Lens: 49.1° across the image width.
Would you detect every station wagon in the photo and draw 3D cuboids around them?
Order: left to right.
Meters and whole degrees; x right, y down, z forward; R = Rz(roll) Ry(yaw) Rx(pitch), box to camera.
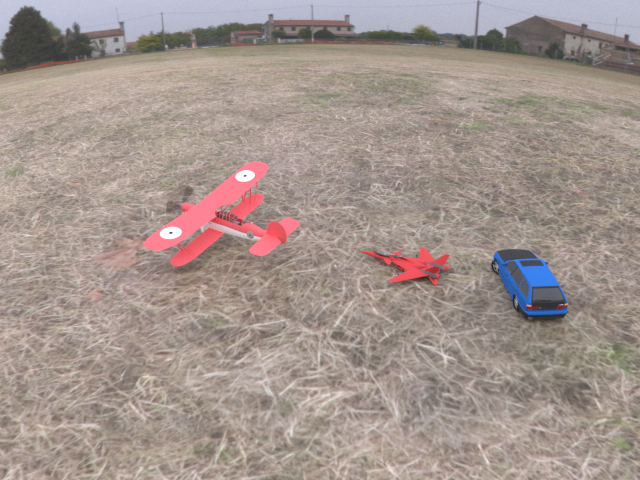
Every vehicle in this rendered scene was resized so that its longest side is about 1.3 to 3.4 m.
[{"bbox_3d":[2.880,0.502,9.675,0.682,0.473,1.597,-2,28,-3],"label":"station wagon"}]

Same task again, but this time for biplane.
[{"bbox_3d":[-1.380,-0.234,10.502,2.120,0.981,2.598,17,33,29],"label":"biplane"}]

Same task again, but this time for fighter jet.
[{"bbox_3d":[1.204,0.264,10.310,1.358,0.286,1.147,16,32,27],"label":"fighter jet"}]
